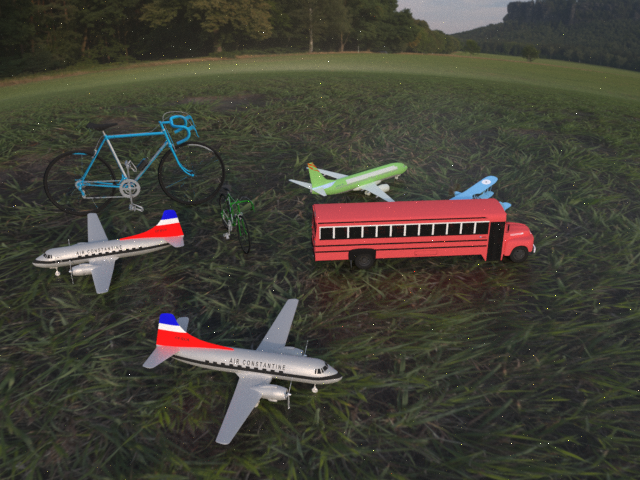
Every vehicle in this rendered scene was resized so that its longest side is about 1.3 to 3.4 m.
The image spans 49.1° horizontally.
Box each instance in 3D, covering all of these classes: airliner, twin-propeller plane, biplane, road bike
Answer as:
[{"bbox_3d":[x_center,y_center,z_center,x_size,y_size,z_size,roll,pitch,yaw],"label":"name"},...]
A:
[{"bbox_3d":[0.722,-1.262,12.713,2.541,0.835,2.257,-21,33,-36],"label":"airliner"},{"bbox_3d":[-0.800,1.242,7.636,2.129,0.792,2.663,6,27,11],"label":"twin-propeller plane"},{"bbox_3d":[-3.033,0.047,10.083,2.129,0.792,2.663,-9,27,-17],"label":"twin-propeller plane"},{"bbox_3d":[2.650,-0.632,11.801,1.336,0.504,1.090,-21,33,-36],"label":"biplane"},{"bbox_3d":[-3.107,-1.266,11.788,3.004,1.656,0.696,-6,27,-13],"label":"road bike"},{"bbox_3d":[-1.343,-0.383,10.896,0.358,0.852,1.545,-11,28,-21],"label":"road bike"}]

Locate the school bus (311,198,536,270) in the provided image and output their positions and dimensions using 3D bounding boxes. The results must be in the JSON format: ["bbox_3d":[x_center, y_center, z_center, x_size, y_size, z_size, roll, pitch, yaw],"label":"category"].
[{"bbox_3d":[1.542,-0.123,10.371,3.322,0.844,0.709,-2,26,-4],"label":"school bus"}]
